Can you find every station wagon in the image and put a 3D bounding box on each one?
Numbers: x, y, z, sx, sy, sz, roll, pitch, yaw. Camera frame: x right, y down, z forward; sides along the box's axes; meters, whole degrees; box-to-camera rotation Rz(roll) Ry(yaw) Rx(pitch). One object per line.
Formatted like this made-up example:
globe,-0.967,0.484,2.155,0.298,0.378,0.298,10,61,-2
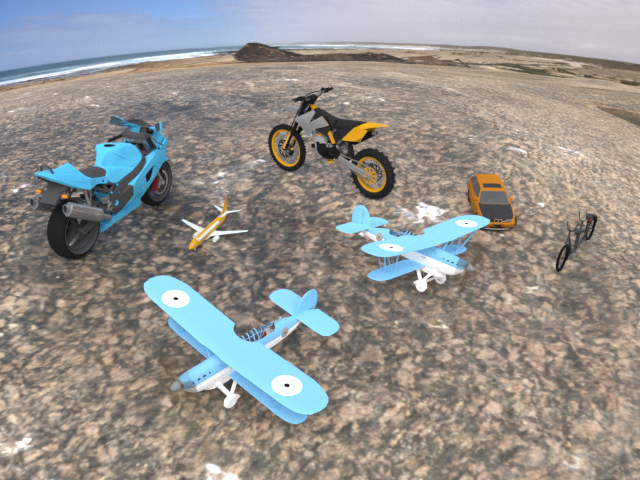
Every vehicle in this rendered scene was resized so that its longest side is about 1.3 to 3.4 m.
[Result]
station wagon,2.850,-0.680,11.675,0.682,0.473,1.597,2,27,3

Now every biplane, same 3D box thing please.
biplane,1.254,0.062,9.695,2.120,0.981,2.598,24,36,38
biplane,-0.727,1.156,7.585,2.598,0.981,2.120,23,35,37

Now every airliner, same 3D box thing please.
airliner,-1.718,-0.255,10.904,1.161,0.429,1.307,10,29,18

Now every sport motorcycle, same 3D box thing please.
sport motorcycle,-3.217,-0.887,10.855,0.983,1.596,2.955,11,29,20

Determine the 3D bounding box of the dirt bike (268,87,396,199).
dirt bike,0.130,-1.767,12.475,2.903,1.666,1.024,21,34,35

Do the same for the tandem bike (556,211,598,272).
tandem bike,3.815,-0.088,10.308,0.283,0.682,1.642,19,33,33
